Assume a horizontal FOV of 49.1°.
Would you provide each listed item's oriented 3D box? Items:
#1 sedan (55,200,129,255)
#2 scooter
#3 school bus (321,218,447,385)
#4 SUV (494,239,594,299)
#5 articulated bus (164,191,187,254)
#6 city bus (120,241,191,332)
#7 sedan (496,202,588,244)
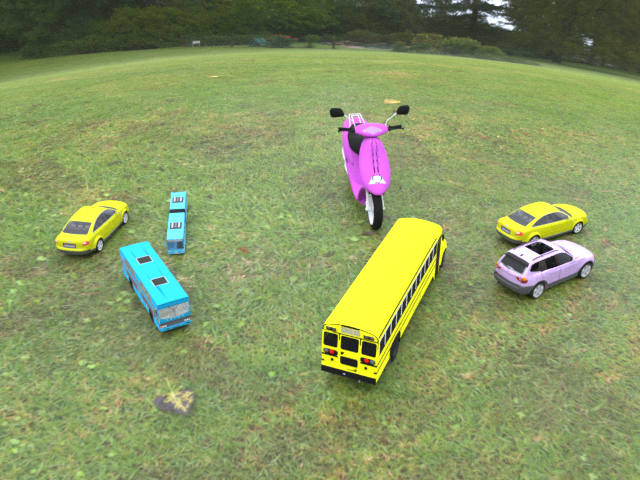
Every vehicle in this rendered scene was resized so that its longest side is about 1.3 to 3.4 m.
[{"bbox_3d":[-3.526,-0.281,10.933,0.635,0.483,1.613,5,29,9],"label":"sedan"},{"bbox_3d":[0.754,-1.473,11.745,1.288,1.786,2.721,-3,29,-6],"label":"scooter"},{"bbox_3d":[0.955,0.573,9.010,0.709,0.844,3.322,12,31,20],"label":"school bus"},{"bbox_3d":[3.156,0.300,9.778,1.572,0.580,0.656,-17,33,-28],"label":"SUV"},{"bbox_3d":[-2.275,-0.304,11.175,0.311,0.289,1.749,-4,29,-7],"label":"articulated bus"},{"bbox_3d":[-2.219,0.604,9.351,0.476,0.460,1.674,-16,32,-26],"label":"city bus"},{"bbox_3d":[3.522,-0.325,11.012,1.613,0.483,0.635,-15,32,-24],"label":"sedan"}]
